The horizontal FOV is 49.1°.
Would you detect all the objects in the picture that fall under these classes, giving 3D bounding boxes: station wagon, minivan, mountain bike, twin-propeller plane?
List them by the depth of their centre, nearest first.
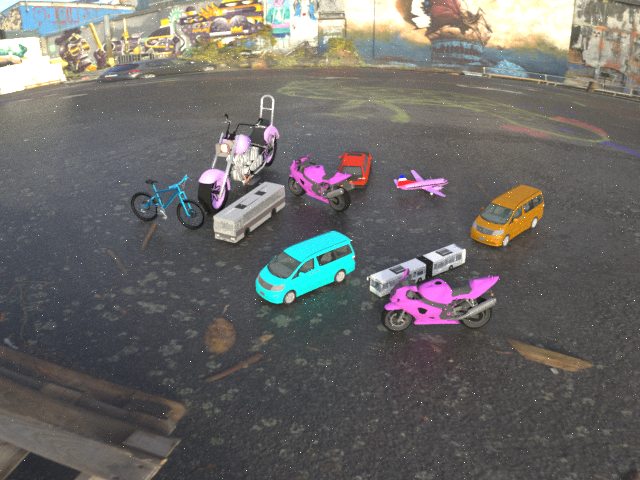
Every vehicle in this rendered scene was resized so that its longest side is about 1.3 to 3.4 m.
[{"bbox_3d":[-0.213,0.388,10.244,1.548,0.616,0.681,-20,34,-34],"label":"minivan"},{"bbox_3d":[3.170,-0.417,11.804,0.681,0.616,1.548,24,36,38],"label":"minivan"},{"bbox_3d":[-2.616,-0.642,11.963,1.469,0.868,0.573,10,29,18],"label":"mountain bike"},{"bbox_3d":[1.973,-1.109,13.370,1.095,0.407,1.370,-9,29,-17],"label":"twin-propeller plane"},{"bbox_3d":[0.698,-1.510,14.074,0.682,0.473,1.597,4,28,7],"label":"station wagon"}]

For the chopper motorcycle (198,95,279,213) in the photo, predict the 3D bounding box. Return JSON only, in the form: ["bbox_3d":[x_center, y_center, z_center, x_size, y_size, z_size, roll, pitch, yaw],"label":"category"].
[{"bbox_3d":[-1.516,-1.679,13.304,0.906,1.480,3.040,9,29,18],"label":"chopper motorcycle"}]

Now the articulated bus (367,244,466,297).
[{"bbox_3d":[1.480,0.439,10.502,1.749,0.289,0.311,-18,32,-31],"label":"articulated bus"}]

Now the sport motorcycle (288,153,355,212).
[{"bbox_3d":[-0.021,-1.044,12.792,1.520,0.821,0.506,22,35,36],"label":"sport motorcycle"}]

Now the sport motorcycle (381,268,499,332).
[{"bbox_3d":[1.561,0.824,9.178,1.520,0.821,0.506,-2,27,-4],"label":"sport motorcycle"}]

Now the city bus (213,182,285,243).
[{"bbox_3d":[-1.191,-0.482,12.099,0.476,0.460,1.674,13,30,24],"label":"city bus"}]
